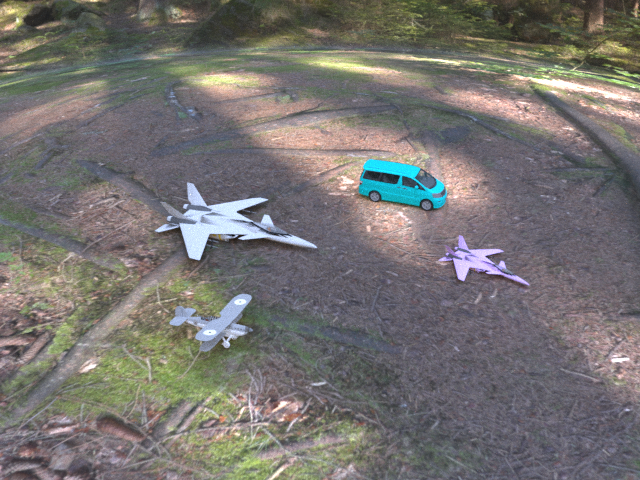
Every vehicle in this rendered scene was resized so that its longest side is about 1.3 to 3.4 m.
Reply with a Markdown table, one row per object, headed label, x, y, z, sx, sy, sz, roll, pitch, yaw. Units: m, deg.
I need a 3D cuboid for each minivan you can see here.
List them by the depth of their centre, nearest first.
| label | x | y | z | sx | sy | sz | roll | pitch | yaw |
| --- | --- | --- | --- | --- | --- | --- | --- | --- | --- |
| minivan | 1.480 | -0.996 | 12.413 | 1.548 | 0.616 | 0.681 | 11 | 32 | 18 |

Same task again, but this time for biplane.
| label | x | y | z | sx | sy | sz | roll | pitch | yaw |
| --- | --- | --- | --- | --- | --- | --- | --- | --- | --- |
| biplane | -1.349 | 1.057 | 8.935 | 1.090 | 0.504 | 1.336 | 9 | 31 | 16 |

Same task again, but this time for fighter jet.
| label | x | y | z | sx | sy | sz | roll | pitch | yaw |
| --- | --- | --- | --- | --- | --- | --- | --- | --- | --- |
| fighter jet | 2.506 | 0.342 | 10.405 | 1.358 | 0.286 | 1.147 | 24 | 38 | 36 |
| fighter jet | -1.249 | -0.299 | 11.253 | 2.640 | 0.557 | 2.229 | 12 | 32 | 21 |
